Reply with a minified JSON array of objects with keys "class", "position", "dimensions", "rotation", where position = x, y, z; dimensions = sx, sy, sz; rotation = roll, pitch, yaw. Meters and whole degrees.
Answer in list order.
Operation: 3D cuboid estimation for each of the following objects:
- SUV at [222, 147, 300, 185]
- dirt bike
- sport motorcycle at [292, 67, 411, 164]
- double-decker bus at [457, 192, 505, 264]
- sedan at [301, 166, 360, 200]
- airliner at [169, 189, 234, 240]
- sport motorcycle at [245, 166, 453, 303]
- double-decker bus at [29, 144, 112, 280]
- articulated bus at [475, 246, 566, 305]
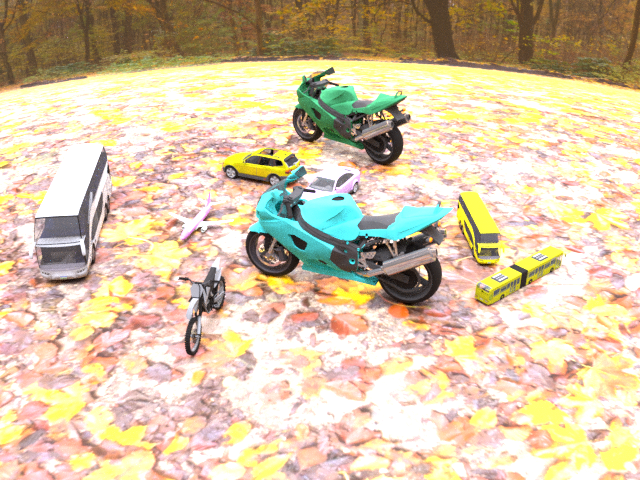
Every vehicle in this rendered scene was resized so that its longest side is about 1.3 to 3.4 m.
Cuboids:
[{"class":"SUV","position":[-1.125,-1.467,13.462],"dimensions":[1.572,0.580,0.656],"rotation":[13,30,23]},{"class":"dirt bike","position":[-1.455,0.776,8.930],"dimensions":[0.527,0.857,1.493],"rotation":[5,28,9]},{"class":"sport motorcycle","position":[0.538,-2.571,14.462],"dimensions":[2.955,1.596,0.983],"rotation":[22,35,35]},{"class":"double-decker bus","position":[2.513,-0.198,11.107],"dimensions":[0.389,0.541,1.672],"rotation":[-1,28,-2]},{"class":"sedan","position":[0.174,-0.972,12.632],"dimensions":[0.635,0.483,1.613],"rotation":[15,31,26]},{"class":"airliner","position":[-2.041,-0.411,11.629],"dimensions":[1.161,0.429,1.307],"rotation":[7,29,13]},{"class":"sport motorcycle","position":[0.303,-0.023,9.650],"dimensions":[2.955,1.596,0.983],"rotation":[10,29,18]},{"class":"double-decker bus","position":[-3.871,-0.508,11.146],"dimensions":[0.756,1.052,3.251],"rotation":[-4,28,-7]},{"class":"articulated bus","position":[2.895,0.492,10.074],"dimensions":[1.749,0.289,0.311],"rotation":[-21,34,-34]}]
